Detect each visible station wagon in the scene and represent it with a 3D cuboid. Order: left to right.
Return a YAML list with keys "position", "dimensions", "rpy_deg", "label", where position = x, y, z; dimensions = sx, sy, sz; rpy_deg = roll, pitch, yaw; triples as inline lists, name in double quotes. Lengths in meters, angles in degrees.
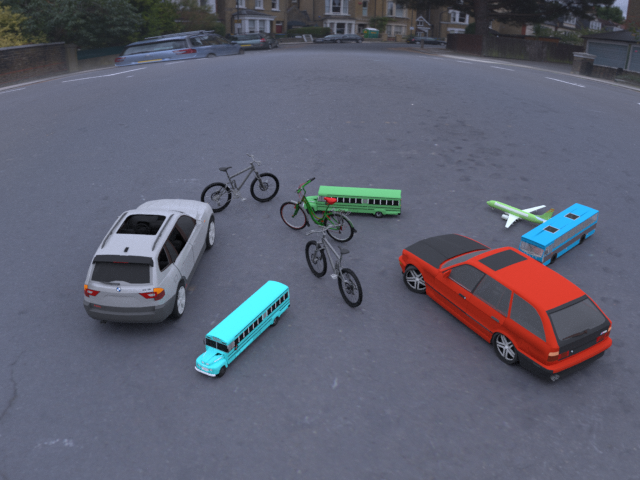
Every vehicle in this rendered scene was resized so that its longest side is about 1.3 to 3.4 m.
- position: [2.340, 0.616, 9.362]
  dimensions: [1.327, 0.920, 3.105]
  rpy_deg: [-16, 33, -27]
  label: "station wagon"

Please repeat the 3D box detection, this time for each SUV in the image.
- position: [-2.390, 0.075, 10.111]
  dimensions: [1.276, 1.128, 3.058]
  rpy_deg: [2, 29, 4]
  label: "SUV"

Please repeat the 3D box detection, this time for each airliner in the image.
- position: [3.395, -0.539, 11.916]
  dimensions: [1.161, 0.429, 1.307]
  rpy_deg: [-24, 38, -36]
  label: "airliner"

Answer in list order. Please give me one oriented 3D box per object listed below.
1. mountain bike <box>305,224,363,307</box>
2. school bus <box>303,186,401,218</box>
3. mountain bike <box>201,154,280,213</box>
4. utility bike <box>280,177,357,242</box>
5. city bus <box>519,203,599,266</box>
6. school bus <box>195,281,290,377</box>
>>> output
- position: [0.180, 0.332, 9.919]
  dimensions: [0.573, 0.868, 1.469]
  rpy_deg: [-17, 33, -27]
  label: "mountain bike"
- position: [0.554, -0.674, 12.151]
  dimensions: [1.708, 0.434, 0.365]
  rpy_deg: [4, 30, 6]
  label: "school bus"
- position: [-1.390, -0.970, 12.235]
  dimensions: [1.469, 0.868, 0.573]
  rpy_deg: [-14, 32, -23]
  label: "mountain bike"
- position: [-0.068, -0.446, 11.224]
  dimensions: [1.435, 0.946, 0.535]
  rpy_deg: [15, 33, 25]
  label: "utility bike"
- position: [3.772, -0.067, 11.044]
  dimensions: [1.674, 0.460, 0.476]
  rpy_deg: [-25, 38, -37]
  label: "city bus"
- position: [-0.974, 1.116, 8.969]
  dimensions: [0.365, 0.434, 1.708]
  rpy_deg: [15, 33, 25]
  label: "school bus"
